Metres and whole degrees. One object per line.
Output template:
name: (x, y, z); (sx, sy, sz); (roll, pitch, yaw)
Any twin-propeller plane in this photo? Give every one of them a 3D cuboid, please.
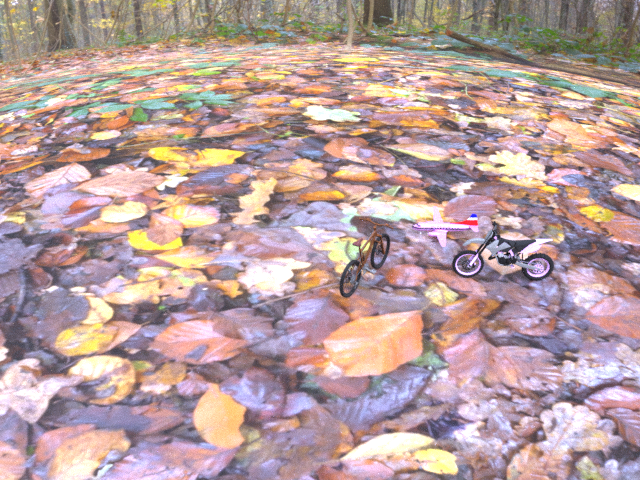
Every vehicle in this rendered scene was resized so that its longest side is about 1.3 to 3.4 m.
twin-propeller plane: (2.072, -0.263, 11.604); (1.095, 0.407, 1.370); (1, 30, 2)

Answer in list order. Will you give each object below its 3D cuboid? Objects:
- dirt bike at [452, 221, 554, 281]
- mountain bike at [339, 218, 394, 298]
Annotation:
dirt bike: (2.722, 0.216, 10.327); (1.493, 0.857, 0.527); (2, 30, 3)
mountain bike: (0.685, 0.229, 10.294); (0.573, 0.868, 1.469); (17, 34, 27)
